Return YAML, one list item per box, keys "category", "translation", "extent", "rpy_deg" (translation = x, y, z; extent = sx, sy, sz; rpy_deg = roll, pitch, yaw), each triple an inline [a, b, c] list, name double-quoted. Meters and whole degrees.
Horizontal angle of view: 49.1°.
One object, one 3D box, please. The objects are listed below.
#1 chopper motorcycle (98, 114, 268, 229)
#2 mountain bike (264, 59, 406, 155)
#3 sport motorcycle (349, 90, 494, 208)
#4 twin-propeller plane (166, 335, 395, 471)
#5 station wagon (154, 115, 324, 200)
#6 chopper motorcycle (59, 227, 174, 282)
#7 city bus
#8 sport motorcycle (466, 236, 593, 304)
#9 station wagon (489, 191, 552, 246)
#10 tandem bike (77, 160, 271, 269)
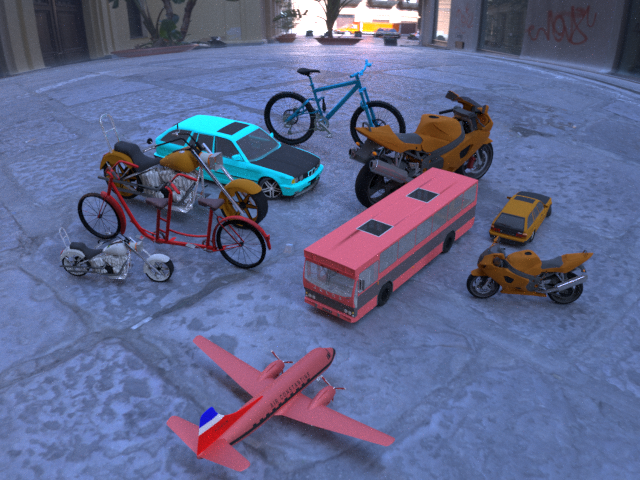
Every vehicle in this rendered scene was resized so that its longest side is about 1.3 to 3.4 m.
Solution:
- category: "chopper motorcycle"
  translation: [-2.234, -1.097, 11.094]
  extent: [3.040, 1.480, 0.906]
  rpy_deg: [13, 32, 21]
- category: "mountain bike"
  translation: [0.250, -2.513, 13.381]
  extent: [2.857, 1.688, 1.114]
  rpy_deg: [9, 31, 16]
- category: "sport motorcycle"
  translation: [1.798, -1.467, 11.628]
  extent: [2.955, 1.596, 0.983]
  rpy_deg: [-17, 34, -27]
- category: "twin-propeller plane"
  translation: [-0.484, 1.537, 7.146]
  extent: [2.663, 0.792, 2.129]
  rpy_deg: [21, 36, 32]
- category: "station wagon"
  translation: [-1.458, -1.555, 12.469]
  extent: [3.105, 0.920, 1.327]
  rpy_deg: [15, 33, 25]
- category: "chopper motorcycle"
  translation: [-2.789, 0.202, 9.532]
  extent: [1.563, 0.761, 0.466]
  rpy_deg: [2, 30, 4]
- category: "city bus"
  translation: [1.081, -0.007, 9.765]
  extent: [0.926, 0.894, 3.255]
  rpy_deg: [21, 36, 32]
- category: "sport motorcycle"
  translation: [2.683, 0.438, 9.055]
  extent: [1.520, 0.821, 0.506]
  rpy_deg: [3, 30, 5]
- category: "station wagon"
  translation: [3.181, -0.441, 10.958]
  extent: [0.682, 0.473, 1.597]
  rpy_deg: [16, 33, 26]
- category: "tandem bike"
  translation: [-2.169, -0.375, 9.977]
  extent: [3.192, 1.326, 0.550]
  rpy_deg: [11, 31, 18]
